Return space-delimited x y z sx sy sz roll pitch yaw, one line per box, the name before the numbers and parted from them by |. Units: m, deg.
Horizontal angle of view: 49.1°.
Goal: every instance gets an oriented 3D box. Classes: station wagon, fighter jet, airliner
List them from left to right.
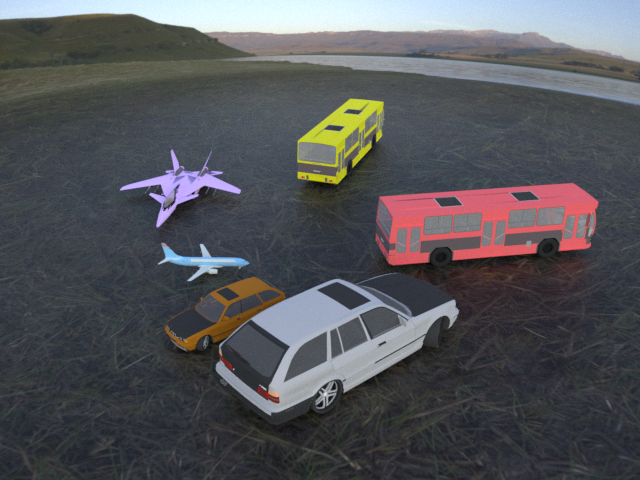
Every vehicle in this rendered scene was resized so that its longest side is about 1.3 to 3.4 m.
fighter jet | -2.585 -0.949 12.641 2.229 0.557 2.640 2 26 4
airliner | -1.707 0.237 10.386 1.307 0.429 1.161 0 26 0
station wagon | -1.202 0.903 8.990 1.597 0.473 0.682 -20 33 -35
station wagon | 0.324 1.013 8.263 3.105 0.920 1.327 -21 33 -36

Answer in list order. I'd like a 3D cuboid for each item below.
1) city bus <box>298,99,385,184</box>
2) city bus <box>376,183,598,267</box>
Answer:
city bus | 0.500 -2.069 14.527 0.926 0.894 3.255 9 28 18
city bus | 2.540 -0.223 10.793 3.255 0.894 0.926 -5 27 -9
